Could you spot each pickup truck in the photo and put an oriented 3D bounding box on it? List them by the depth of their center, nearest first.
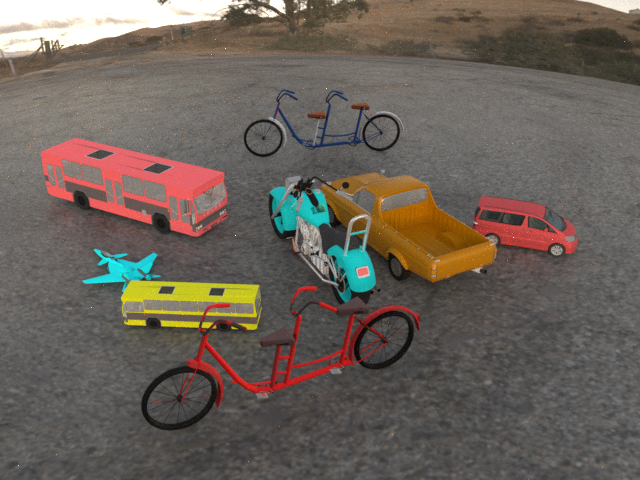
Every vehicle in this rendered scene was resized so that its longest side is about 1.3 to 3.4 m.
[{"bbox_3d":[1.185,-0.338,10.388,1.244,0.993,3.117,-15,32,-25],"label":"pickup truck"}]

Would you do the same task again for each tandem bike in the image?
[{"bbox_3d":[-0.304,1.116,7.335,3.192,1.326,0.550,-12,31,-22],"label":"tandem bike"},{"bbox_3d":[0.096,-2.300,13.683,3.192,1.326,0.550,-4,29,-7],"label":"tandem bike"}]

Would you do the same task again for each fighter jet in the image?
[{"bbox_3d":[-2.896,0.292,9.963,1.147,0.286,1.358,-25,37,-38],"label":"fighter jet"}]

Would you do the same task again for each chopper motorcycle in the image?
[{"bbox_3d":[-0.072,-0.232,9.677,0.906,1.480,3.040,-12,31,-21],"label":"chopper motorcycle"}]

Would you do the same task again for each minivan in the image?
[{"bbox_3d":[3.104,-0.229,10.584,1.548,0.616,0.681,10,30,17],"label":"minivan"}]

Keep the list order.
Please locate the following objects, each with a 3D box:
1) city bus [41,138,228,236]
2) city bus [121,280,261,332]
[{"bbox_3d":[-3.074,-0.872,11.484,3.255,0.894,0.926,15,32,25],"label":"city bus"},{"bbox_3d":[-1.595,0.832,8.776,1.674,0.460,0.476,2,28,3],"label":"city bus"}]
